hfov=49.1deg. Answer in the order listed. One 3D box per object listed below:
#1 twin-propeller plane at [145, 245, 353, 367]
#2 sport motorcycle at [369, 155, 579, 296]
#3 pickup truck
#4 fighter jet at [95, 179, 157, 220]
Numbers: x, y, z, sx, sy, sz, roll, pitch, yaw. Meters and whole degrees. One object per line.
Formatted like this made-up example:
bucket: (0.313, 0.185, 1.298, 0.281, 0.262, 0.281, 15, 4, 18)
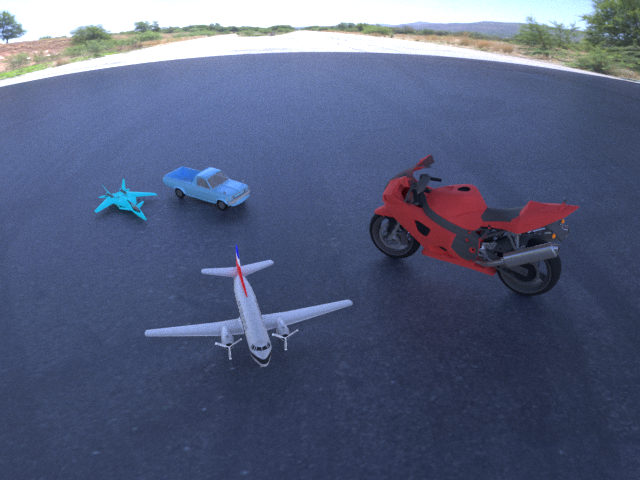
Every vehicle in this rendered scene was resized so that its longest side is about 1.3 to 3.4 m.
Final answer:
twin-propeller plane: (-0.915, 0.841, 9.028, 2.663, 0.792, 2.129, -7, 30, -13)
sport motorcycle: (2.060, -0.180, 10.008, 2.955, 1.596, 0.983, 16, 33, 25)
pickup truck: (-2.048, -1.007, 12.561, 1.603, 0.511, 0.640, 17, 34, 27)
fighter jet: (-3.335, -0.675, 12.204, 1.147, 0.286, 1.358, -21, 36, -32)
